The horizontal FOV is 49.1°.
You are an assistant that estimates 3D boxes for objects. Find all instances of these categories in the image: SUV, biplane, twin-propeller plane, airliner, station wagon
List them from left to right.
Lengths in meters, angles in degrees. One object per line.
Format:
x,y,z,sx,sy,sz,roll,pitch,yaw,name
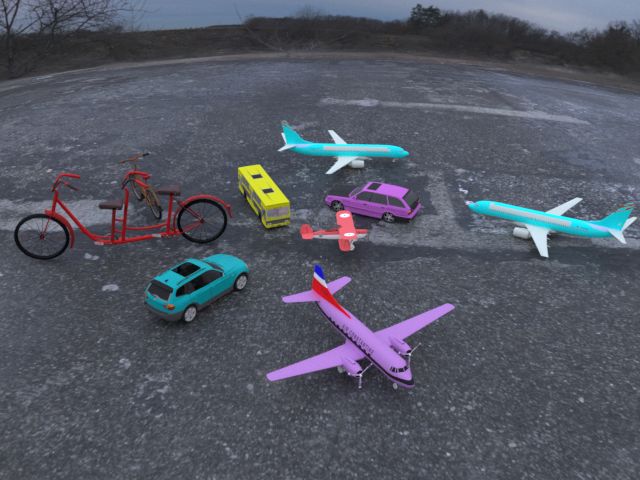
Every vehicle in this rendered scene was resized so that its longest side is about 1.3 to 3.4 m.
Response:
-1.646,0.553,9.487,0.656,0.580,1.572,21,35,32,SUV
0.242,-0.110,10.755,1.090,0.504,1.336,-1,29,-2,biplane
0.473,-1.914,13.650,2.541,0.835,2.257,1,29,1,airliner
0.456,1.043,8.392,2.663,0.792,2.129,-17,33,-28,twin-propeller plane
0.881,-0.705,11.854,1.597,0.473,0.682,13,32,22,station wagon
3.587,-0.467,11.055,2.541,0.835,2.257,16,33,26,airliner

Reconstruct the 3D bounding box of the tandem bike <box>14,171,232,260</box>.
-2.923,-0.405,10.440,3.192,1.326,0.550,-6,30,-11,tandem bike

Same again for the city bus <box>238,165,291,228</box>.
-0.974,-0.752,11.951,0.476,0.460,1.674,-11,31,-19,city bus

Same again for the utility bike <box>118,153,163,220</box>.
-3.003,-0.914,11.743,0.535,0.946,1.435,-18,34,-29,utility bike
